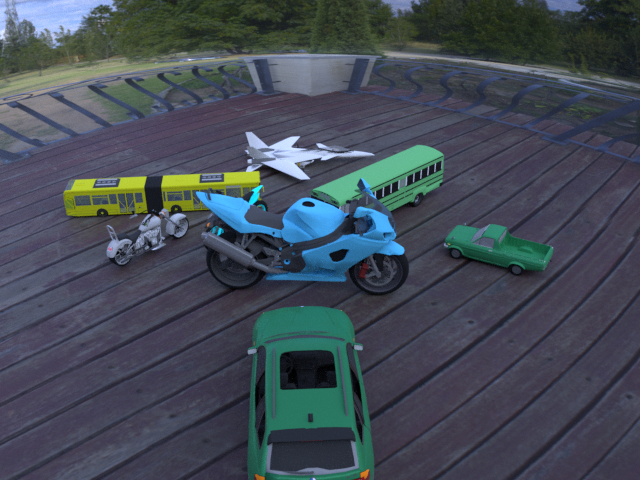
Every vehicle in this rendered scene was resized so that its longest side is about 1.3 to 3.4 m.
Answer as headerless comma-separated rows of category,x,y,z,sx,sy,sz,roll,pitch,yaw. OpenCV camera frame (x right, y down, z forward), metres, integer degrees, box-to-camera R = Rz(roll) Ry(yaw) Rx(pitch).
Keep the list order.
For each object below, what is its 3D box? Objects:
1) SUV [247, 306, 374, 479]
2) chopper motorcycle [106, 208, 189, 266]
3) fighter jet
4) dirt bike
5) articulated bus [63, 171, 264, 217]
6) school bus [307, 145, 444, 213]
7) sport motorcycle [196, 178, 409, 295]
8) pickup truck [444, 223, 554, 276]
SUV,-0.140,1.569,7.521,1.276,1.128,3.058,-2,29,-3
chopper motorcycle,-2.677,-0.152,10.942,0.466,0.761,1.563,20,35,32
fighter jet,-0.196,-1.819,14.101,2.640,0.557,2.229,-3,30,-5
dirt bike,-1.346,-0.410,11.300,0.527,0.857,1.493,20,35,32
articulated bus,-2.697,-0.811,12.312,3.401,0.561,0.605,-3,30,-6
school bus,0.855,-0.761,11.936,0.709,0.844,3.322,26,39,38
sport motorcycle,-0.220,0.026,9.777,2.955,1.596,0.983,3,30,5
pickup truck,2.738,0.089,10.770,1.603,0.511,0.640,16,33,26
